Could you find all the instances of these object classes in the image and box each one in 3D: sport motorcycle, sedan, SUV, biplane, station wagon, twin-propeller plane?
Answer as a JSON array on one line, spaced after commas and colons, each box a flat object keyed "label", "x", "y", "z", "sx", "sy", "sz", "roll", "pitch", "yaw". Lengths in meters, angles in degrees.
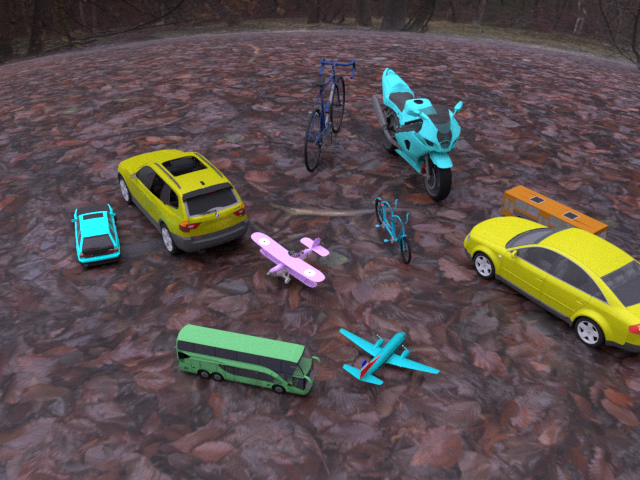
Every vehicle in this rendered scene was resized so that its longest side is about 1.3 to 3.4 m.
[{"label": "sport motorcycle", "x": 1.694, "y": -1.937, "z": 12.534, "sx": 0.983, "sy": 1.596, "sz": 2.955, "roll": -9, "pitch": 33, "yaw": -14}, {"label": "sedan", "x": 3.304, "y": 0.369, "z": 9.439, "sx": 1.235, "sy": 0.940, "sz": 3.137, "roll": -20, "pitch": 37, "yaw": -29}, {"label": "SUV", "x": -2.267, "y": -0.845, "z": 11.217, "sx": 1.276, "sy": 1.128, "sz": 3.058, "roll": -19, "pitch": 36, "yaw": -27}, {"label": "biplane", "x": -0.352, "y": 0.288, "z": 9.982, "sx": 1.336, "sy": 0.504, "sz": 1.090, "roll": 25, "pitch": 40, "yaw": 35}, {"label": "station wagon", "x": -3.453, "y": -0.183, "z": 10.772, "sx": 0.682, "sy": 0.473, "sz": 1.597, "roll": -10, "pitch": 33, "yaw": -16}, {"label": "twin-propeller plane", "x": 0.761, "y": 1.346, "z": 8.369, "sx": 1.370, "sy": 0.407, "sz": 1.095, "roll": 20, "pitch": 37, "yaw": 29}]

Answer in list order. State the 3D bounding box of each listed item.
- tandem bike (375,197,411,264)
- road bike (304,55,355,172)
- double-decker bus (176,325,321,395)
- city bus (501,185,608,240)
[{"label": "tandem bike", "x": 1.111, "y": -0.279, "z": 10.728, "sx": 0.283, "sy": 0.682, "sz": 1.642, "roll": -8, "pitch": 33, "yaw": -12}, {"label": "road bike", "x": 0.127, "y": -2.490, "z": 13.369, "sx": 0.696, "sy": 1.656, "sz": 3.004, "roll": 8, "pitch": 33, "yaw": 13}, {"label": "double-decker bus", "x": -0.848, "y": 1.400, "z": 8.155, "sx": 1.672, "sy": 0.541, "sz": 0.389, "roll": 8, "pitch": 33, "yaw": 13}, {"label": "city bus", "x": 3.632, "y": -0.304, "z": 10.980, "sx": 0.476, "sy": 0.460, "sz": 1.674, "roll": -22, "pitch": 38, "yaw": -31}]
